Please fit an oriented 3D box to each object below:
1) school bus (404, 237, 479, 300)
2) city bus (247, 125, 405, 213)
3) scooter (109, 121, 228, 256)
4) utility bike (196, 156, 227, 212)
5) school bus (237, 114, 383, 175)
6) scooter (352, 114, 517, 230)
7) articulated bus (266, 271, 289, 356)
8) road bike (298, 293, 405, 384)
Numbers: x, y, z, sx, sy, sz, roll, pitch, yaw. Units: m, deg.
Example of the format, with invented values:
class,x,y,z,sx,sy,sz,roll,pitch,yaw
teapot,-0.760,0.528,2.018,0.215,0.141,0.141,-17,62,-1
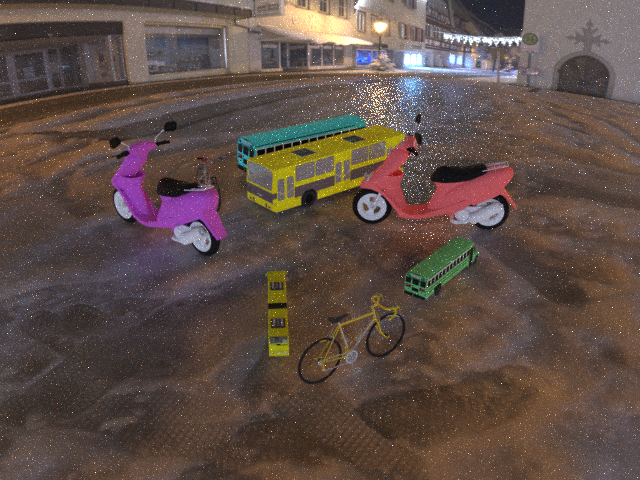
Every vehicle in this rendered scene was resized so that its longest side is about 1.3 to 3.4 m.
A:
class,x,y,z,sx,sy,sz,roll,pitch,yaw
school bus,1.822,0.367,10.214,0.365,0.434,1.708,19,32,33
city bus,0.185,-1.357,13.191,3.255,0.894,0.926,-20,33,-35
scooter,-2.511,-0.834,11.122,2.721,1.786,1.288,20,33,35
utility bike,-1.989,-1.135,12.683,0.535,0.946,1.435,-12,29,-22
school bus,-0.115,-1.987,14.526,3.322,0.844,0.709,-18,31,-31
scooter,1.901,-1.037,11.533,2.721,1.786,1.288,3,26,6
articulated bus,-0.557,0.929,9.239,0.311,0.289,1.749,-2,26,-4
road bike,0.399,1.151,8.152,1.545,0.852,0.358,-16,31,-30
